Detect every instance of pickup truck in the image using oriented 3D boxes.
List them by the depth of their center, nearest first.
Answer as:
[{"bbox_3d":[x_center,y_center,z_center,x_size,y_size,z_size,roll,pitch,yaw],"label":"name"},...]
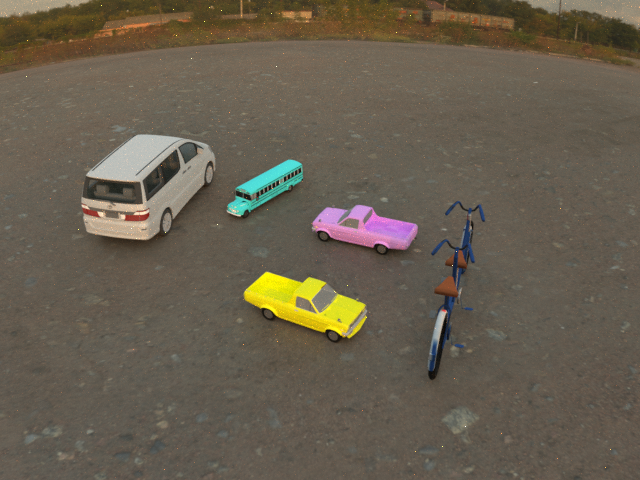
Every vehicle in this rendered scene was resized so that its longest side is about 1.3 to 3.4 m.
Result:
[{"bbox_3d":[-0.197,0.797,9.134,1.603,0.511,0.640,16,34,24],"label":"pickup truck"},{"bbox_3d":[0.688,-0.213,10.841,1.603,0.511,0.640,13,33,20],"label":"pickup truck"}]

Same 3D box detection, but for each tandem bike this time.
[{"bbox_3d":[1.719,0.452,8.917,0.550,1.326,3.192,10,32,16],"label":"tandem bike"}]

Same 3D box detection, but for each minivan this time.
[{"bbox_3d":[-2.754,-1.096,11.661,1.324,1.197,3.011,7,31,12],"label":"minivan"}]

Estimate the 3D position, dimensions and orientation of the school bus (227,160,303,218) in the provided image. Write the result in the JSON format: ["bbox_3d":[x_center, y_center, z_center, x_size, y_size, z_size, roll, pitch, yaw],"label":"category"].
[{"bbox_3d":[-0.940,-0.893,12.066,0.365,0.434,1.708,20,36,30],"label":"school bus"}]
